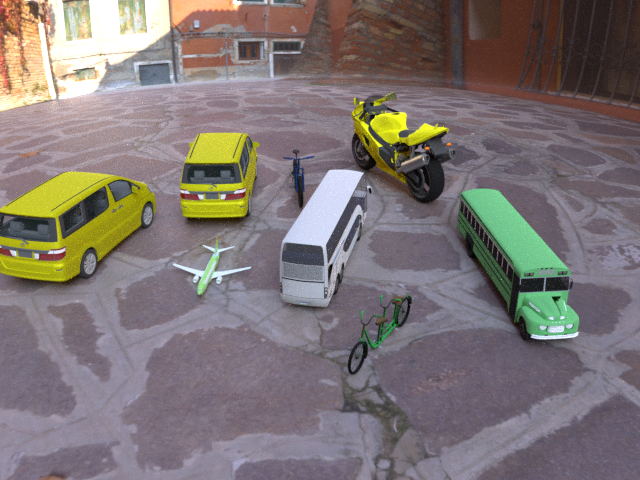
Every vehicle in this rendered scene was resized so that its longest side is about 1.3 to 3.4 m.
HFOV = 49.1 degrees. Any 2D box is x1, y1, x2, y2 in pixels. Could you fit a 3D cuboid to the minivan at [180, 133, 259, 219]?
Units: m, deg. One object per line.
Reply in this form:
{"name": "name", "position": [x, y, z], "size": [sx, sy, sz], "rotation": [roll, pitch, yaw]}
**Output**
{"name": "minivan", "position": [-1.800, -1.344, 12.830], "size": [1.324, 1.197, 3.011], "rotation": [0, 25, -1]}

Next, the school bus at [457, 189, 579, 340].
{"name": "school bus", "position": [2.718, 0.253, 9.878], "size": [0.709, 0.844, 3.322], "rotation": [-2, 26, -5]}

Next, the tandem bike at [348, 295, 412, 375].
{"name": "tandem bike", "position": [0.757, 1.008, 8.478], "size": [0.283, 0.682, 1.642], "rotation": [15, 29, 29]}

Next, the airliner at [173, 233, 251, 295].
{"name": "airliner", "position": [-1.605, 0.359, 10.138], "size": [1.161, 0.429, 1.307], "rotation": [2, 25, 4]}

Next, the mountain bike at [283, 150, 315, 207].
{"name": "mountain bike", "position": [-0.412, -1.213, 12.937], "size": [0.573, 0.868, 1.469], "rotation": [-3, 26, -6]}

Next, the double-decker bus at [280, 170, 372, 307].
{"name": "double-decker bus", "position": [0.142, -0.158, 10.502], "size": [0.756, 1.052, 3.251], "rotation": [6, 26, 12]}

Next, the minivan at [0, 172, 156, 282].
{"name": "minivan", "position": [-3.673, -0.416, 10.876], "size": [1.324, 1.197, 3.011], "rotation": [6, 26, 13]}

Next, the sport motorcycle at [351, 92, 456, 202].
{"name": "sport motorcycle", "position": [1.440, -1.813, 13.353], "size": [0.983, 1.596, 2.955], "rotation": [-13, 29, -26]}
